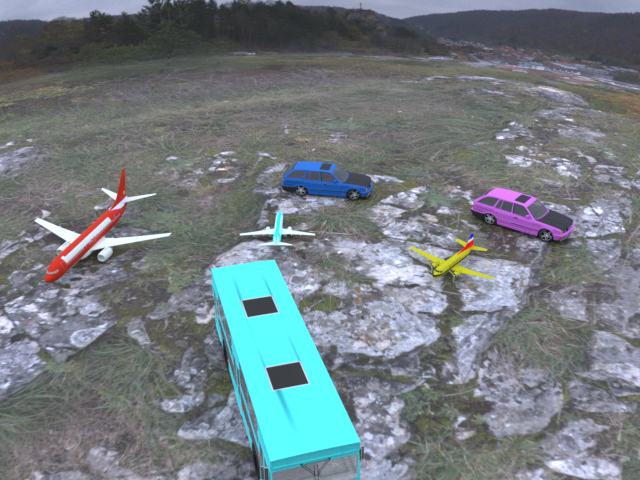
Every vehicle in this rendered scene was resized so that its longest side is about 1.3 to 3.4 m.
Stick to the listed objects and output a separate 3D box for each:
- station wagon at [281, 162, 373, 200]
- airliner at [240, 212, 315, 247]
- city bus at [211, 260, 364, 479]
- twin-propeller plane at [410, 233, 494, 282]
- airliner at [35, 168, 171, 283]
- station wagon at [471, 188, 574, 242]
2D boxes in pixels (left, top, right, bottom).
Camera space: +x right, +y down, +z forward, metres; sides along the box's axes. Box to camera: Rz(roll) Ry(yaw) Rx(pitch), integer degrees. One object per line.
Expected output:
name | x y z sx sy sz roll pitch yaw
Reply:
station wagon | 0.138 -1.078 12.376 1.597 0.473 0.682 6 29 10
airliner | -0.655 -0.237 10.869 1.161 0.429 1.307 0 28 0
city bus | -0.483 1.405 7.349 0.926 0.894 3.255 -8 29 -14
twin-propeller plane | 1.916 0.253 9.987 1.370 0.407 1.095 22 35 35
airliner | -3.420 -0.233 10.436 2.257 0.835 2.541 6 29 11
station wagon | 3.251 -0.441 11.200 1.597 0.473 0.682 21 35 33
